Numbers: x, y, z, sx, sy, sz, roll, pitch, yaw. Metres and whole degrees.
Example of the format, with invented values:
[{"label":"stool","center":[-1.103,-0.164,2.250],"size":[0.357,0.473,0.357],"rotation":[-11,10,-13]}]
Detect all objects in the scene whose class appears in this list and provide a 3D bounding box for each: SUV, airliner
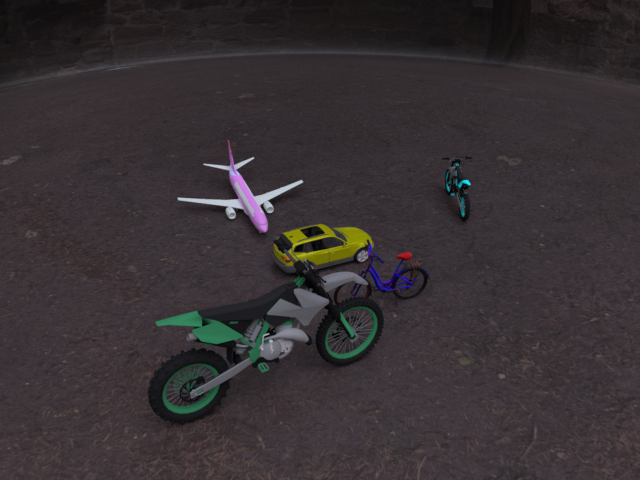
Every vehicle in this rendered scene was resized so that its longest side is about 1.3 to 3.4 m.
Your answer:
[{"label":"SUV","center":[0.055,0.075,10.522],"size":[1.572,0.580,0.656],"rotation":[-14,32,-23]},{"label":"airliner","center":[-1.288,-0.919,12.055],"size":[2.257,0.835,2.541],"rotation":[-10,30,-17]}]

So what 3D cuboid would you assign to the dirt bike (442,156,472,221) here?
[{"label":"dirt bike","center":[2.383,-0.977,12.135],"size":[0.527,0.857,1.493],"rotation":[-2,29,-4]}]

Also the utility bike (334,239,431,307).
[{"label":"utility bike","center":[0.881,0.499,9.380],"size":[1.435,0.946,0.535],"rotation":[-9,30,-16]}]

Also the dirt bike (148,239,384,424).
[{"label":"dirt bike","center":[-0.520,0.995,7.742],"size":[2.903,1.666,1.024],"rotation":[-15,32,-25]}]
